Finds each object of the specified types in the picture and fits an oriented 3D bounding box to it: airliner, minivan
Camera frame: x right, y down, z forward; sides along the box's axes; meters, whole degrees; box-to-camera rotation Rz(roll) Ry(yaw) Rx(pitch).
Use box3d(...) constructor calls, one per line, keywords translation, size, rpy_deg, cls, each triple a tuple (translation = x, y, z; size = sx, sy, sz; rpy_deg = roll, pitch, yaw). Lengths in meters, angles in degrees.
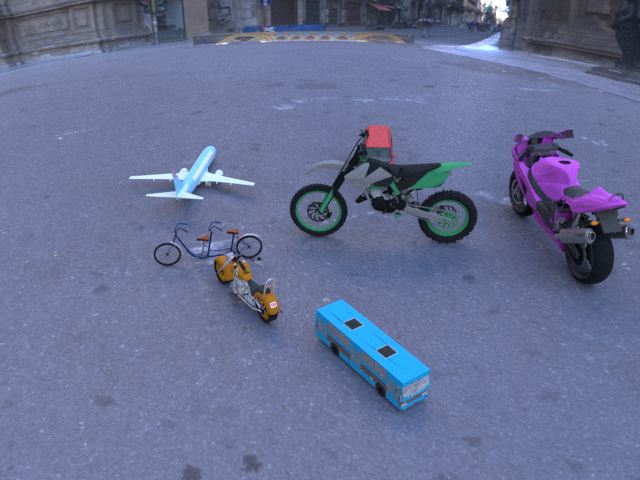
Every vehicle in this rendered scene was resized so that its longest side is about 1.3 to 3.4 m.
box3d(translation=(-2.237, -1.350, 12.521), size=(2.257, 0.835, 2.541), rpy_deg=(3, 31, 6), cls="airliner")
box3d(translation=(1.086, -1.611, 13.168), size=(0.681, 0.616, 1.548), rpy_deg=(2, 31, 3), cls="minivan")

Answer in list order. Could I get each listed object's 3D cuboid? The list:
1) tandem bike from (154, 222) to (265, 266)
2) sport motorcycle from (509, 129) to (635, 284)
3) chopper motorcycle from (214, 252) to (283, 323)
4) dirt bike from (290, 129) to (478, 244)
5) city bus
box3d(translation=(-1.640, 0.038, 10.356), size=(1.642, 0.682, 0.283), rpy_deg=(-5, 31, -9), cls="tandem bike")
box3d(translation=(3.607, -0.606, 10.541), size=(0.983, 1.596, 2.955), rpy_deg=(-6, 32, -10), cls="sport motorcycle")
box3d(translation=(-1.025, 0.519, 9.478), size=(0.466, 0.761, 1.563), rpy_deg=(-20, 36, -30), cls="chopper motorcycle")
box3d(translation=(0.969, -0.722, 10.667), size=(2.903, 1.666, 1.024), rpy_deg=(3, 31, 4), cls="dirt bike")
box3d(translation=(0.590, 1.351, 8.384), size=(0.476, 0.460, 1.674), rpy_deg=(-20, 36, -30), cls="city bus")
